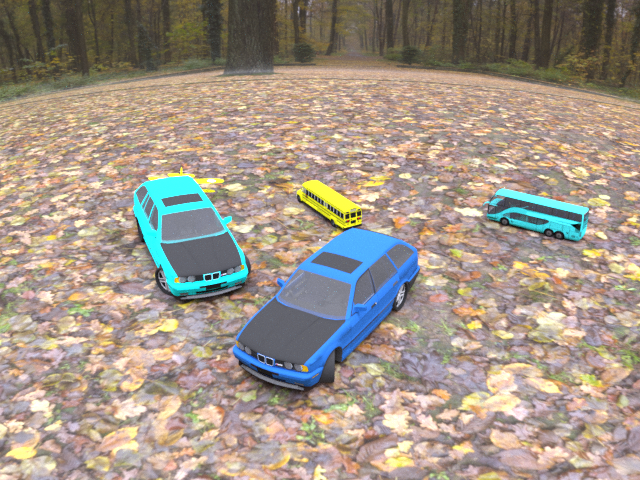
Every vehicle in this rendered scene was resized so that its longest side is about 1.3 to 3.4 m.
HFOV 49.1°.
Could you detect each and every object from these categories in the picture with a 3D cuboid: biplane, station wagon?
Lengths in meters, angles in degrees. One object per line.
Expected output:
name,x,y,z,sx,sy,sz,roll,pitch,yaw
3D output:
biplane,-2.452,-1.025,12.829,1.336,0.504,1.090,-9,28,-17
station wagon,-2.046,-0.176,10.656,1.327,0.920,3.105,-11,28,-21
station wagon,0.172,0.702,8.892,1.327,0.920,3.105,15,30,27

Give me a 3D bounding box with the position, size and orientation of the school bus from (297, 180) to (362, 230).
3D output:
school bus,0.118,-0.643,12.140,0.365,0.434,1.708,-15,30,-27

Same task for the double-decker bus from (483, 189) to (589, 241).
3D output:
double-decker bus,3.559,-0.434,11.600,1.672,0.541,0.389,17,31,31
